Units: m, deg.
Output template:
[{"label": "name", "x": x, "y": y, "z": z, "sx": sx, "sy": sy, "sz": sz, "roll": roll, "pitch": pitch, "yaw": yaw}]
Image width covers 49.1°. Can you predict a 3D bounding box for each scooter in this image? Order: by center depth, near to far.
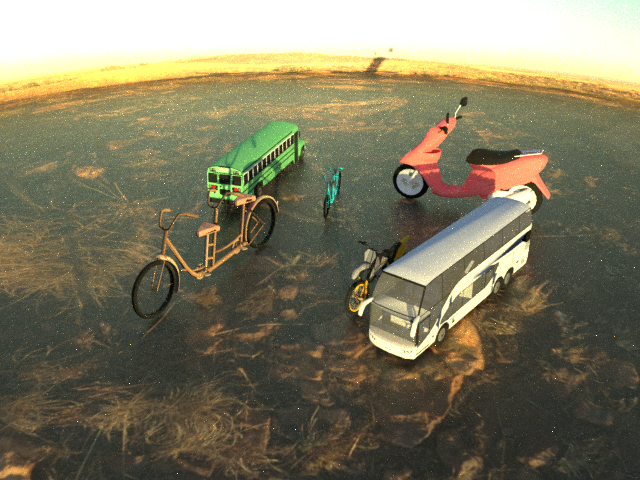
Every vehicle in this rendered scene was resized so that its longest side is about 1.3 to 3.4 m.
[{"label": "scooter", "x": 2.560, "y": -1.379, "z": 11.874, "sx": 2.721, "sy": 1.786, "sz": 1.288, "roll": 11, "pitch": 28, "yaw": 21}]

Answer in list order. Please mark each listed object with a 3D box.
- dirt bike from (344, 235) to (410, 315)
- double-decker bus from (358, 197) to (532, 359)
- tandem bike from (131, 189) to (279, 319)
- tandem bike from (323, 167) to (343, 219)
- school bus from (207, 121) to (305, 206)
[{"label": "dirt bike", "x": 0.815, "y": 0.403, "z": 9.287, "sx": 0.527, "sy": 0.857, "sz": 1.493, "roll": 20, "pitch": 33, "yaw": 35}, {"label": "double-decker bus", "x": 1.752, "y": 0.418, "z": 9.034, "sx": 0.756, "sy": 1.052, "sz": 3.251, "roll": 20, "pitch": 32, "yaw": 34}, {"label": "tandem bike", "x": -1.484, "y": -0.066, "z": 9.711, "sx": 0.550, "sy": 1.326, "sz": 3.192, "roll": 15, "pitch": 30, "yaw": 27}, {"label": "tandem bike", "x": 0.227, "y": -0.942, "z": 12.240, "sx": 0.283, "sy": 0.682, "sz": 1.642, "roll": 5, "pitch": 26, "yaw": 10}, {"label": "school bus", "x": -1.095, "y": -1.533, "z": 13.264, "sx": 0.709, "sy": 0.844, "sz": 3.322, "roll": 8, "pitch": 27, "yaw": 16}]
